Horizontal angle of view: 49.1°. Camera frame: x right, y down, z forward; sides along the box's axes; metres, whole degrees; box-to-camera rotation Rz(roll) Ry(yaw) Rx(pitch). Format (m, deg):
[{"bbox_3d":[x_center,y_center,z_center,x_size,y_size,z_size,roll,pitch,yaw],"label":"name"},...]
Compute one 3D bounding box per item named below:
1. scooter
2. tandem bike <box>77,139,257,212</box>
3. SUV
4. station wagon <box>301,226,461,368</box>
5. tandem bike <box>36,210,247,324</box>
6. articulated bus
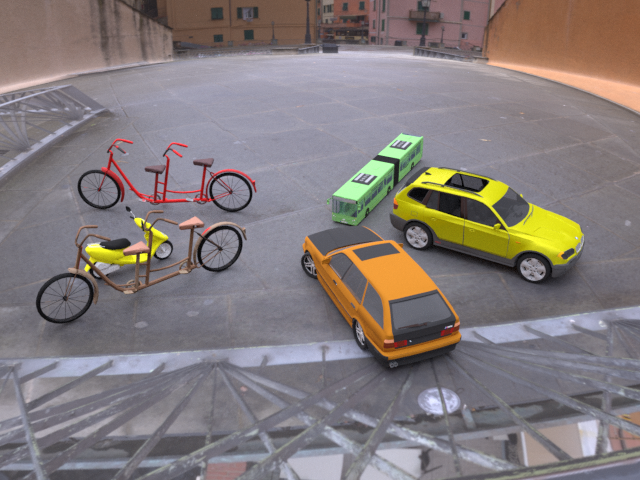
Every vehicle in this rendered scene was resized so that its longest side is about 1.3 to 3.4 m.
[{"bbox_3d":[-2.917,0.049,10.647,1.399,0.919,0.662,-19,35,-29],"label":"scooter"},{"bbox_3d":[-2.711,-1.100,12.253,3.192,1.326,0.550,1,30,2],"label":"tandem bike"},{"bbox_3d":[2.626,-0.349,11.134,3.058,1.128,1.276,17,34,27],"label":"SUV"},{"bbox_3d":[0.741,0.511,9.833,1.327,0.920,3.105,-11,32,-19],"label":"station wagon"},{"bbox_3d":[-2.448,0.218,9.938,3.192,1.326,0.550,-19,35,-30],"label":"tandem bike"},{"bbox_3d":[1.153,-1.225,13.244,0.605,0.561,3.401,14,33,23],"label":"articulated bus"}]
